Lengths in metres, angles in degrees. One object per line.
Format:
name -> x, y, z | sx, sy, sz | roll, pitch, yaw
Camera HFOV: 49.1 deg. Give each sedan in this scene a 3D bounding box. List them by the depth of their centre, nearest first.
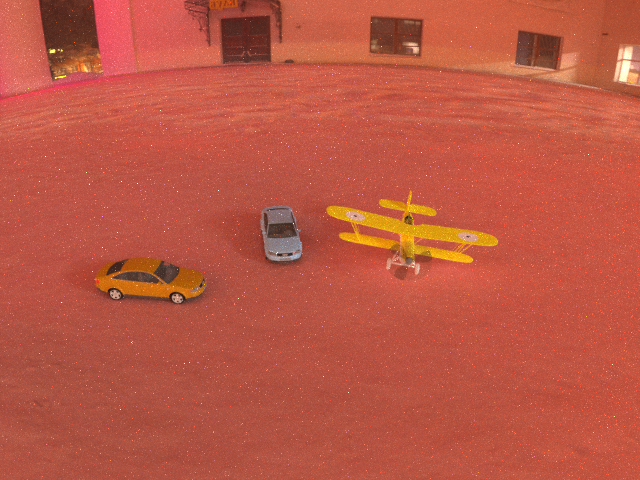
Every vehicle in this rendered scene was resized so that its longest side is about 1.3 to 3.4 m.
sedan -> -2.475, 0.554, 10.260 | 1.613, 0.483, 0.635 | 3, 28, 6
sedan -> -0.654, -0.155, 11.580 | 0.635, 0.483, 1.613 | -4, 28, -7

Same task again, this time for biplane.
biplane -> 1.423, -0.123, 10.996 | 2.598, 0.981, 2.120 | 3, 28, 5
